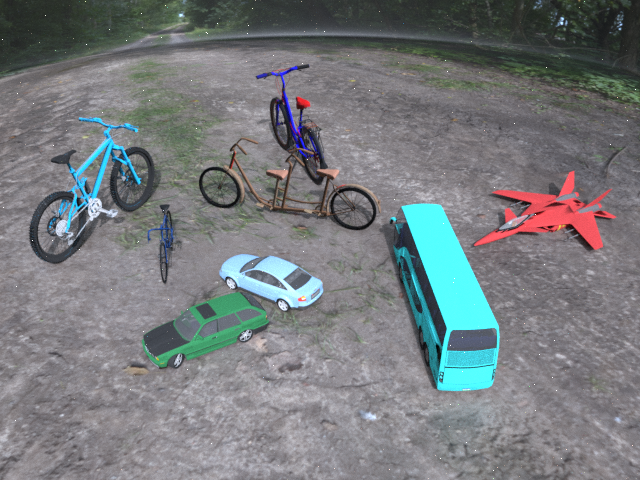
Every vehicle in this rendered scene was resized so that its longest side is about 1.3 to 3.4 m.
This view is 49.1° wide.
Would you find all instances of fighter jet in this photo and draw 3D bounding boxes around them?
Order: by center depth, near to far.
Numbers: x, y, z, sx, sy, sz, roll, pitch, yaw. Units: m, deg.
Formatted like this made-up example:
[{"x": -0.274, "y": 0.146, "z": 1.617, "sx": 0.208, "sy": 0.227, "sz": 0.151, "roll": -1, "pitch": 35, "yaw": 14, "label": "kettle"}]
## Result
[{"x": 3.500, "y": -0.427, "z": 11.322, "sx": 2.640, "sy": 0.557, "sz": 2.229, "roll": -18, "pitch": 36, "yaw": -27, "label": "fighter jet"}]

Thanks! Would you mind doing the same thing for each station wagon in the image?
[{"x": -1.463, "y": 1.098, "z": 8.901, "sx": 1.597, "sy": 0.473, "sz": 0.682, "roll": -18, "pitch": 36, "yaw": -27, "label": "station wagon"}]

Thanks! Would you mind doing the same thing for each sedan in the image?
[{"x": -0.711, "y": 0.513, "z": 9.851, "sx": 1.613, "sy": 0.483, "sz": 0.635, "roll": 19, "pitch": 36, "yaw": 28, "label": "sedan"}]

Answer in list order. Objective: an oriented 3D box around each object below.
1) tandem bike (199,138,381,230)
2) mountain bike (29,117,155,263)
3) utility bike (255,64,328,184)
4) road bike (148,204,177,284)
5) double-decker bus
[{"x": -0.551, "y": -0.917, "z": 11.387, "sx": 3.192, "sy": 1.326, "sz": 0.550, "roll": 10, "pitch": 33, "yaw": 15, "label": "tandem bike"}, {"x": -3.515, "y": -0.866, "z": 10.956, "sx": 1.114, "sy": 1.688, "sz": 2.857, "roll": 13, "pitch": 34, "yaw": 21, "label": "mountain bike"}, {"x": -0.545, "y": -2.209, "z": 13.014, "sx": 1.039, "sy": 1.839, "sz": 2.791, "roll": -12, "pitch": 34, "yaw": -19, "label": "utility bike"}, {"x": -2.290, "y": -0.028, "z": 10.384, "sx": 0.358, "sy": 0.852, "sz": 1.545, "roll": -3, "pitch": 31, "yaw": -5, "label": "road bike"}, {"x": 1.551, "y": 0.574, "z": 9.205, "sx": 0.756, "sy": 1.052, "sz": 3.251, "roll": -2, "pitch": 31, "yaw": -4, "label": "double-decker bus"}]
